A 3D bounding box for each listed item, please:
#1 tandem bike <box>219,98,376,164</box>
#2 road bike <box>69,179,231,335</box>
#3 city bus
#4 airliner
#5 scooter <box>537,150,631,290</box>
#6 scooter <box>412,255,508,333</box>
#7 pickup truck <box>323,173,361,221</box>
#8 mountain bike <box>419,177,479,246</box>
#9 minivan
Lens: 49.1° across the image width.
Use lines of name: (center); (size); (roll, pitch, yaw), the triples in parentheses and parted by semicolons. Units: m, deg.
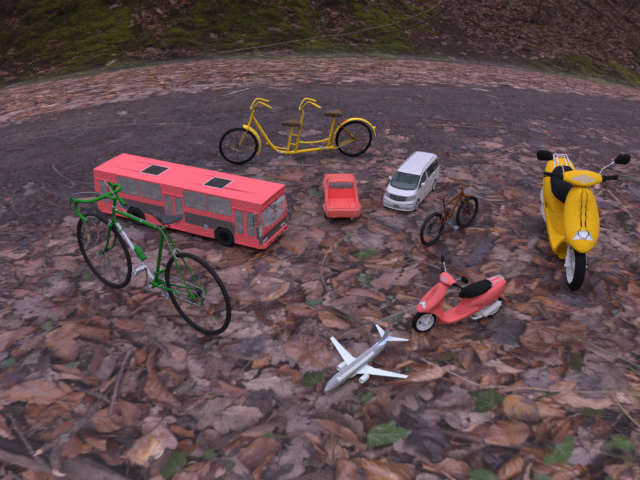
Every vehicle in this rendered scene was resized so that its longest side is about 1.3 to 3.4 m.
tandem bike: (-0.426, -2.199, 13.946); (3.192, 1.326, 0.550); (-5, 29, -9)
road bike: (-2.294, 0.206, 9.223); (3.004, 1.656, 0.697); (20, 34, 32)
city bus: (-2.160, -0.639, 11.552); (3.255, 0.894, 0.926); (13, 31, 22)
airliner: (0.483, 1.383, 8.353); (1.161, 0.429, 1.307); (23, 36, 35)
scooter: (3.765, -0.604, 10.563); (1.288, 1.786, 2.721); (4, 29, 7)
scooter: (1.839, 0.705, 9.079); (1.399, 0.919, 0.662); (-10, 30, -18)
pickup truck: (0.369, -0.819, 12.278); (0.640, 0.511, 1.603); (0, 29, -1)
mountain bike: (2.107, -0.452, 11.239); (1.469, 0.868, 0.573); (-24, 37, -37)
minivan: (1.664, -1.059, 12.608); (0.681, 0.616, 1.548); (14, 32, 23)
